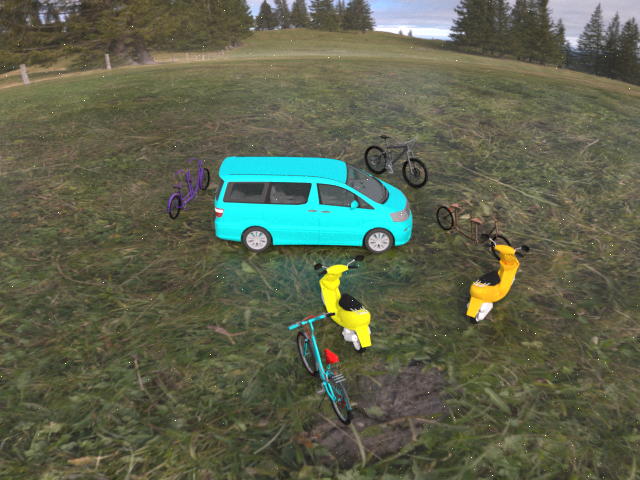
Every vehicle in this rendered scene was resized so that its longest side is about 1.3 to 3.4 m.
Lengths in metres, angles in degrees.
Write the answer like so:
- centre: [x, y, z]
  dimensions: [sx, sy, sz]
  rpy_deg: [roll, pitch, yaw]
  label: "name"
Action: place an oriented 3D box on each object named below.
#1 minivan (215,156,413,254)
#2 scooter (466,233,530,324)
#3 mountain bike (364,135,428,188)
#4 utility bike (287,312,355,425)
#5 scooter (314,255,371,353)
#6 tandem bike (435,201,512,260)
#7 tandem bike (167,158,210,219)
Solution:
- centre: [-0.085, -0.589, 10.724]
  dimensions: [3.011, 1.197, 1.324]
  rpy_deg: [1, 28, 1]
  label: "minivan"
- centre: [2.271, 0.462, 9.044]
  dimensions: [0.662, 0.919, 1.399]
  rpy_deg: [19, 33, 31]
  label: "scooter"
- centre: [1.377, -1.485, 12.757]
  dimensions: [1.469, 0.868, 0.573]
  rpy_deg: [25, 37, 38]
  label: "mountain bike"
- centre: [-0.013, 1.310, 7.423]
  dimensions: [0.535, 0.946, 1.435]
  rpy_deg: [-12, 30, -21]
  label: "utility bike"
- centre: [0.290, 0.714, 8.572]
  dimensions: [0.662, 0.919, 1.399]
  rpy_deg: [-10, 30, -19]
  label: "scooter"
- centre: [2.309, -0.240, 10.616]
  dimensions: [0.283, 0.682, 1.642]
  rpy_deg: [-17, 33, -29]
  label: "tandem bike"
- centre: [-2.227, -0.927, 11.907]
  dimensions: [0.283, 0.682, 1.642]
  rpy_deg: [8, 29, 14]
  label: "tandem bike"
